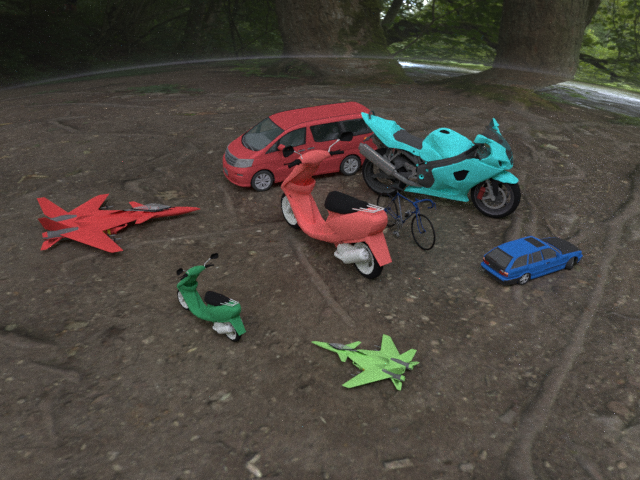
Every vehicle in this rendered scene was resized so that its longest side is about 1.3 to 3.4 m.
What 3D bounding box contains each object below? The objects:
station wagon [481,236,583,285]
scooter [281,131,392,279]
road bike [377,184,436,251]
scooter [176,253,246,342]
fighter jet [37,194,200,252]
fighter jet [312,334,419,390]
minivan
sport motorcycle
[{"bbox_3d":[3.208,0.227,10.495,1.597,0.473,0.682,-14,32,-24],"label":"station wagon"},{"bbox_3d":[0.156,-0.603,10.646,1.288,1.786,2.721,-19,34,-31],"label":"scooter"},{"bbox_3d":[1.373,-0.428,11.302,0.358,0.852,1.545,-16,33,-27],"label":"road bike"},{"bbox_3d":[-1.462,0.728,9.109,1.399,0.919,0.662,25,38,38],"label":"scooter"},{"bbox_3d":[-3.319,-0.476,11.697,2.640,0.557,2.229,-10,30,-18],"label":"fighter jet"},{"bbox_3d":[0.485,1.377,8.577,1.358,0.286,1.147,15,32,25],"label":"fighter jet"},{"bbox_3d":[-0.398,-1.858,13.568,3.011,1.197,1.324,-12,31,-21],"label":"minivan"},{"bbox_3d":[2.055,-1.331,12.181,2.955,1.596,0.983,14,31,23],"label":"sport motorcycle"}]
